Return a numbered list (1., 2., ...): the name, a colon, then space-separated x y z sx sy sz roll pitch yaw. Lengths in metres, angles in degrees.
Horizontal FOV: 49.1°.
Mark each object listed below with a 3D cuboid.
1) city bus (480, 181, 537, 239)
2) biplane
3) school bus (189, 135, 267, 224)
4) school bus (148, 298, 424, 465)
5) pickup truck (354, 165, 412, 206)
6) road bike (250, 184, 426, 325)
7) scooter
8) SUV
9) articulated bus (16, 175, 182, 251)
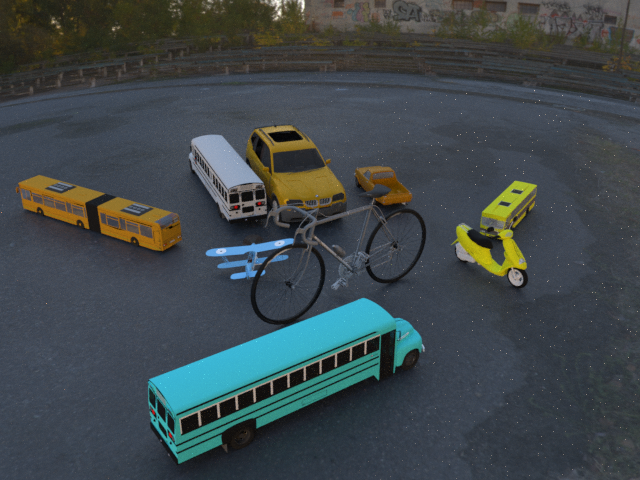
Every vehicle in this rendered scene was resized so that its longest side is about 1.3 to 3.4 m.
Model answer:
1. city bus: 3.261 -0.516 12.068 0.476 0.460 1.674 16 31 29
2. biplane: -1.045 0.309 10.370 1.336 0.504 1.090 0 27 0
3. school bus: -1.814 -1.233 13.072 0.709 0.844 3.322 -10 28 -19
4. school bus: -0.219 1.419 7.773 3.322 0.844 0.709 -17 31 -31
5. pickup truck: 1.160 -1.066 13.110 0.640 0.511 1.603 -8 28 -15
6. road bike: 0.348 0.114 9.473 3.004 1.656 0.696 -18 32 -32
7. scooter: 2.518 0.091 10.342 0.662 0.919 1.399 -20 33 -34
8. SUV: -0.521 -1.286 12.861 1.276 1.128 3.058 -9 28 -17
9. articulated bus: -3.811 -0.493 11.910 3.401 0.561 0.605 15 30 28
